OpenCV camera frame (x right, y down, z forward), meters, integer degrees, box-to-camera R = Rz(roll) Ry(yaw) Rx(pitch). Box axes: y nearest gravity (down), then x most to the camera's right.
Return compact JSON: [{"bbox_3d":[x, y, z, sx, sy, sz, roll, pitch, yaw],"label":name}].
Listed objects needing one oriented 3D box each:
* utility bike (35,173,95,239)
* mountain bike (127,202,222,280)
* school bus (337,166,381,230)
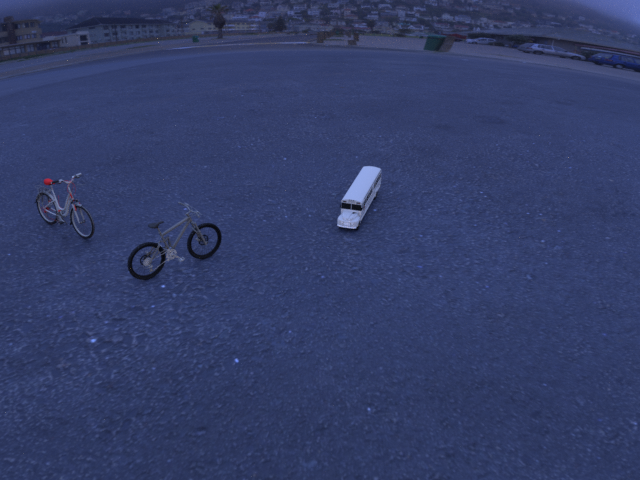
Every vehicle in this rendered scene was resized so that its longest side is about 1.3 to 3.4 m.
[{"bbox_3d":[-3.961,-0.597,10.842,1.435,0.946,0.535,18,34,30],"label":"utility bike"},{"bbox_3d":[-2.025,0.019,9.807,1.469,0.868,0.573,-21,35,-33],"label":"mountain bike"},{"bbox_3d":[0.661,-0.705,11.568,0.365,0.434,1.708,8,30,15],"label":"school bus"}]
